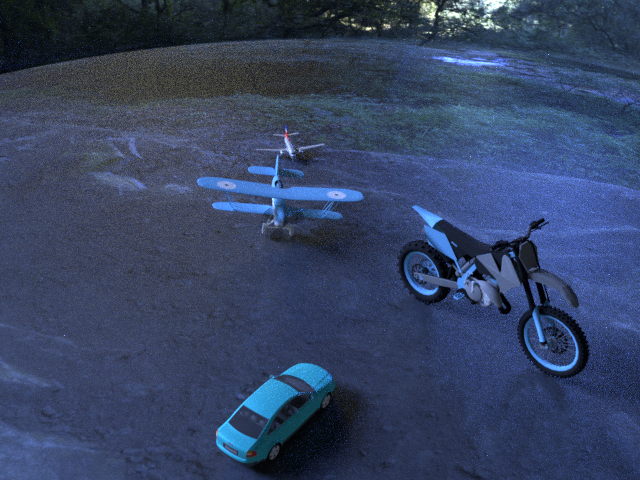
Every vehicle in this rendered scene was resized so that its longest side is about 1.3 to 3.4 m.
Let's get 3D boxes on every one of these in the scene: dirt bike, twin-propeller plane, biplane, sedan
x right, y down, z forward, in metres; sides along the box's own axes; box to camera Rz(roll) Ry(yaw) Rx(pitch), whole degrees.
[{"bbox_3d":[2.081,0.492,8.686,1.024,1.666,2.903,-24,39,-34],"label":"dirt bike"},{"bbox_3d":[-0.603,-1.916,13.919,1.370,0.407,1.095,-6,31,-9],"label":"twin-propeller plane"},{"bbox_3d":[-0.622,-0.720,11.369,2.598,0.981,2.120,-3,31,-5],"label":"biplane"},{"bbox_3d":[-0.444,1.807,7.646,0.635,0.483,1.613,21,37,31],"label":"sedan"}]
